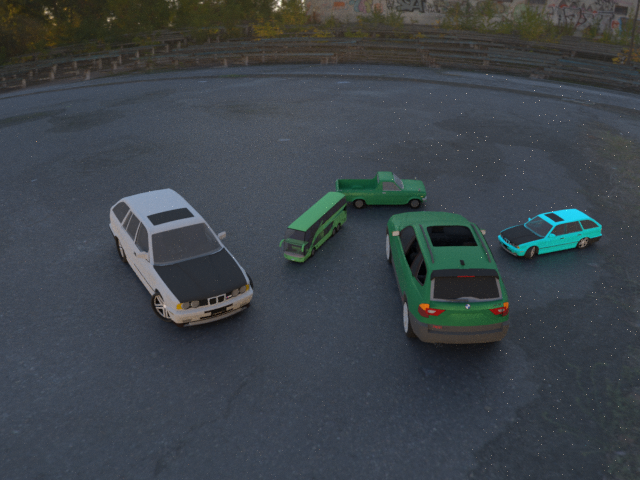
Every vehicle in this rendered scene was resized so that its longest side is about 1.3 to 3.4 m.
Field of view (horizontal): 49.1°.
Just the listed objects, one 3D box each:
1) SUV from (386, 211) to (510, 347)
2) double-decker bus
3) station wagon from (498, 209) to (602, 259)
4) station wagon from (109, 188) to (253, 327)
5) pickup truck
[{"bbox_3d":[1.624,0.258,9.280,1.276,1.128,3.058,-1,27,-2],"label":"SUV"},{"bbox_3d":[-0.061,-0.207,10.832,0.389,0.541,1.672,12,30,23],"label":"double-decker bus"},{"bbox_3d":[3.535,-0.134,10.764,1.597,0.473,0.682,-10,29,-18],"label":"station wagon"},{"bbox_3d":[-2.031,0.097,9.821,1.327,0.920,3.105,-15,31,-26],"label":"station wagon"},{"bbox_3d":[1.057,-0.894,12.206,1.603,0.511,0.640,0,27,0],"label":"pickup truck"}]
